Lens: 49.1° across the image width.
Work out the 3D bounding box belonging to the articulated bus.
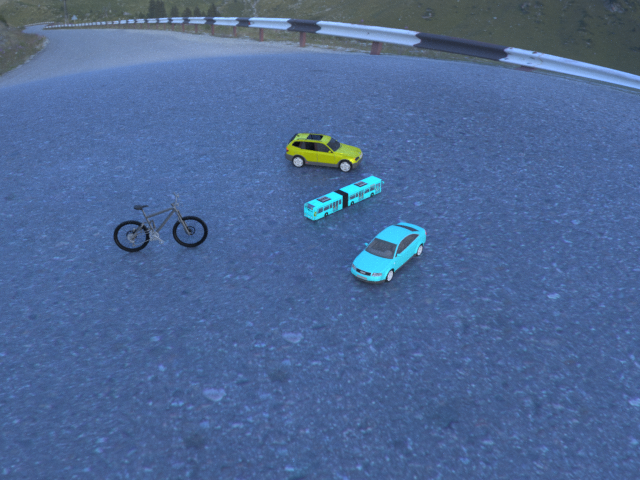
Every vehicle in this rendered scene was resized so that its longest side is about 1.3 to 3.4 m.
[{"bbox_3d":[0.442,-0.764,12.573,1.749,0.289,0.311,-25,38,-37],"label":"articulated bus"}]

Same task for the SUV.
[{"bbox_3d":[0.080,-1.798,14.117,1.572,0.580,0.656,7,30,12],"label":"SUV"}]

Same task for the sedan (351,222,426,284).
[{"bbox_3d":[1.071,0.140,10.766,0.635,0.483,1.613,19,34,30],"label":"sedan"}]

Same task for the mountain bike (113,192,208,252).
[{"bbox_3d":[-2.519,-0.228,11.027,1.469,0.868,0.573,-5,30,-8],"label":"mountain bike"}]
